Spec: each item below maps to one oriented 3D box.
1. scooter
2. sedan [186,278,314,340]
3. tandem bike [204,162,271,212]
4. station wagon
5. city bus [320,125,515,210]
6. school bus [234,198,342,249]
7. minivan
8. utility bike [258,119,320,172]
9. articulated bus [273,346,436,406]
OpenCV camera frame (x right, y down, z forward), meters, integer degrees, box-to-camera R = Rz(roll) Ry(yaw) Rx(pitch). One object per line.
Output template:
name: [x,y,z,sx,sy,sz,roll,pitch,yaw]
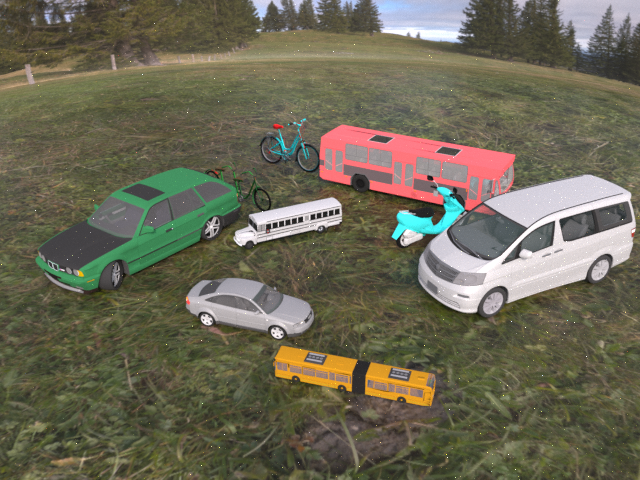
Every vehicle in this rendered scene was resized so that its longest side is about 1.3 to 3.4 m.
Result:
scooter: [1.667,-0.412,10.450,1.399,0.919,0.662,-16,32,-28]
sedan: [-0.864,0.787,8.613,1.613,0.483,0.635,9,29,16]
tandem bike: [-1.411,-0.965,11.773,1.642,0.682,0.283,22,34,36]
station wagon: [-2.574,-0.269,10.173,1.327,0.920,3.105,19,33,32]
city bus: [1.600,-1.202,11.998,3.255,0.894,0.926,14,31,26]
school bus: [-0.487,-0.266,10.694,1.708,0.434,0.365,-13,30,-24]
minivan: [2.766,0.009,9.337,3.011,1.197,1.324,-13,30,-24]
utility bike: [-0.563,-1.829,13.150,1.435,0.946,0.535,17,32,29]
articulated bus: [0.351,1.456,7.536,1.749,0.289,0.311,8,29,15]
